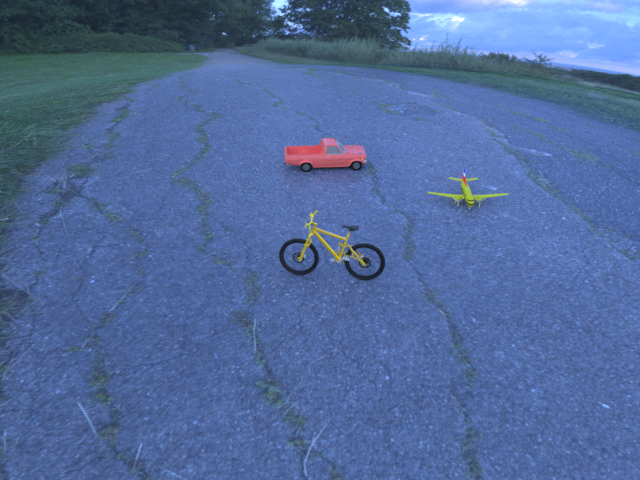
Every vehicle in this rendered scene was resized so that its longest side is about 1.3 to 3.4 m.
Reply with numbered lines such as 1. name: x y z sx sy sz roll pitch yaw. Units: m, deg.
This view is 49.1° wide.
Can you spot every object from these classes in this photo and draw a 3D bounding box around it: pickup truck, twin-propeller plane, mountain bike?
1. pickup truck: 0.101 -1.662 13.456 1.603 0.511 0.640 -2 27 -4
2. twin-propeller plane: 2.525 -0.868 12.004 1.370 0.407 1.095 1 27 2
3. mountain bike: 0.160 0.126 9.533 1.469 0.868 0.573 4 27 8
